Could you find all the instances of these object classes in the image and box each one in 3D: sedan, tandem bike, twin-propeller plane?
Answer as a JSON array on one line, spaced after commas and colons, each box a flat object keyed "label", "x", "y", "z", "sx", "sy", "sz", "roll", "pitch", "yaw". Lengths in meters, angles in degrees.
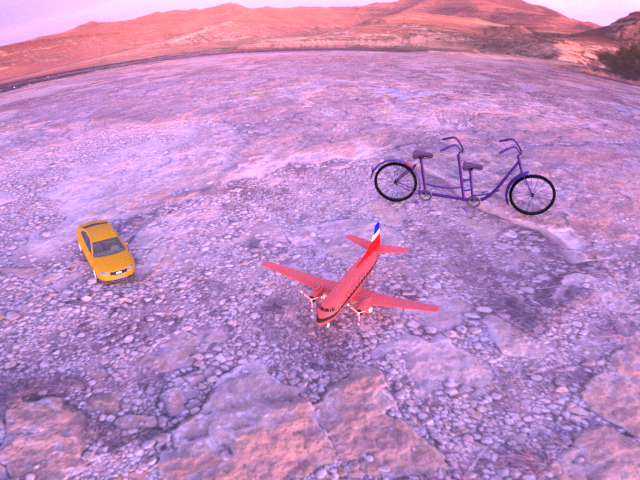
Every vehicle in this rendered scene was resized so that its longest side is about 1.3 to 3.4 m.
[{"label": "sedan", "x": -3.304, "y": 0.111, "z": 10.747, "sx": 0.635, "sy": 0.483, "sz": 1.613, "roll": -16, "pitch": 33, "yaw": -25}, {"label": "tandem bike", "x": 2.452, "y": -1.140, "z": 12.078, "sx": 3.192, "sy": 1.326, "sz": 0.550, "roll": 7, "pitch": 31, "yaw": 11}, {"label": "twin-propeller plane", "x": 0.448, "y": 0.486, "z": 9.785, "sx": 2.663, "sy": 0.792, "sz": 2.129, "roll": 14, "pitch": 33, "yaw": 23}]
